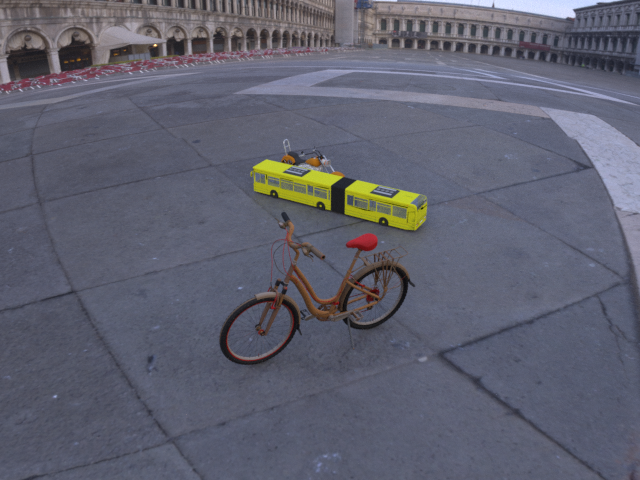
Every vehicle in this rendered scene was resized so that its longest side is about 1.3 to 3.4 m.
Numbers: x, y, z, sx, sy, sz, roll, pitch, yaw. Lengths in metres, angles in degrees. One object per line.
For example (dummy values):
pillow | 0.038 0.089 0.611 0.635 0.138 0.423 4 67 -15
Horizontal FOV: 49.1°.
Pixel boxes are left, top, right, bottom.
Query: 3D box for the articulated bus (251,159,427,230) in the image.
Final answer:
articulated bus | 0.271 -0.847 12.692 3.401 0.561 0.605 16 32 27

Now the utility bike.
utility bike | 0.089 0.610 8.636 2.791 1.839 1.039 -14 31 -24

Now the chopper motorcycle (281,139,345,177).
chopper motorcycle | -0.136 -1.437 13.578 1.563 0.761 0.466 21 35 33
